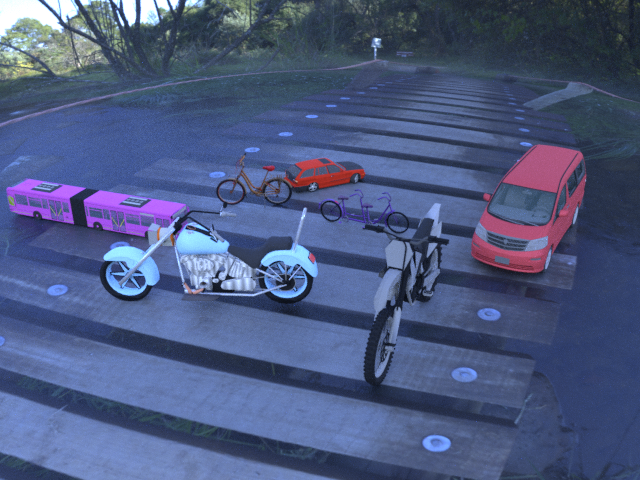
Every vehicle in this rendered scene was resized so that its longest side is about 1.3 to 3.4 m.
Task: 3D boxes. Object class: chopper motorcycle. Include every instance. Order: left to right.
[{"bbox_3d":[-1.548,0.198,9.603,3.040,1.480,0.906,2,27,4],"label":"chopper motorcycle"}]

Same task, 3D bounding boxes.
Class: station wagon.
[{"bbox_3d":[0.114,-1.336,13.712,1.597,0.473,0.682,-13,30,-24],"label":"station wagon"}]

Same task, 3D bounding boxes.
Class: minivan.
[{"bbox_3d":[3.468,-0.565,11.407,1.324,1.197,3.011,15,31,27],"label":"minivan"}]

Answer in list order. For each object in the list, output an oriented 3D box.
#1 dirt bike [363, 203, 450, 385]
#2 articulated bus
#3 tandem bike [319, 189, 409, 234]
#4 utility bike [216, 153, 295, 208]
[{"bbox_3d":[1.128,0.503,8.800,1.024,1.666,2.903,11,29,21],"label":"dirt bike"},{"bbox_3d":[-3.843,-0.530,12.038,3.401,0.561,0.605,10,29,18],"label":"articulated bus"},{"bbox_3d":[0.732,-0.524,11.893,1.642,0.682,0.283,11,29,20],"label":"tandem bike"},{"bbox_3d":[-1.169,-1.035,12.603,1.435,0.946,0.535,-1,27,-1],"label":"utility bike"}]
